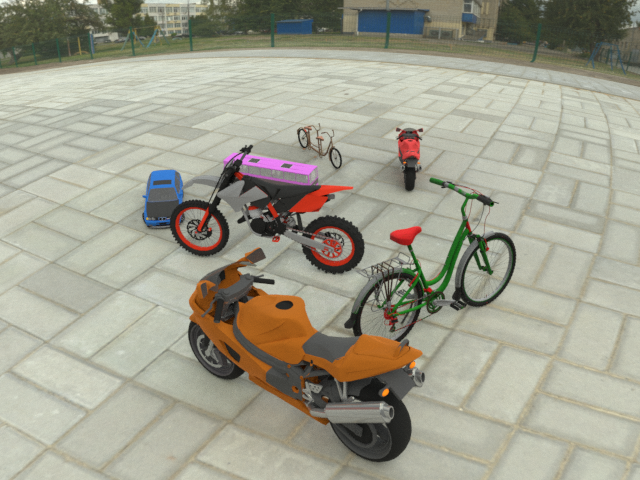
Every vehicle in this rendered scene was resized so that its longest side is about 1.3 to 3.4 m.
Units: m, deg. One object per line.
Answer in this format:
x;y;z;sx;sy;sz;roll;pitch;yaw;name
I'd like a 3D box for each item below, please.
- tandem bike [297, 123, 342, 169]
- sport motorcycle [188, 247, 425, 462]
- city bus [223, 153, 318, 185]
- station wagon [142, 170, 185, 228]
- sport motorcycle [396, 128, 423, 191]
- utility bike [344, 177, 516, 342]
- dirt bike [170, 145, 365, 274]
-0.027;-1.915;13.549;0.283;0.682;1.642;-17;34;-27;tandem bike
-0.303;1.177;7.204;2.955;1.596;0.983;20;35;31;sport motorcycle
-0.880;-1.155;12.439;1.674;0.460;0.476;11;32;19;city bus
-2.610;-0.737;11.693;0.682;0.473;1.597;-5;30;-8;station wagon
1.618;-1.503;12.685;0.506;0.821;1.520;2;30;3;sport motorcycle
1.392;0.245;8.592;2.791;1.839;1.039;-18;34;-29;utility bike
-0.795;-0.367;9.840;2.903;1.666;1.024;7;30;12;dirt bike
